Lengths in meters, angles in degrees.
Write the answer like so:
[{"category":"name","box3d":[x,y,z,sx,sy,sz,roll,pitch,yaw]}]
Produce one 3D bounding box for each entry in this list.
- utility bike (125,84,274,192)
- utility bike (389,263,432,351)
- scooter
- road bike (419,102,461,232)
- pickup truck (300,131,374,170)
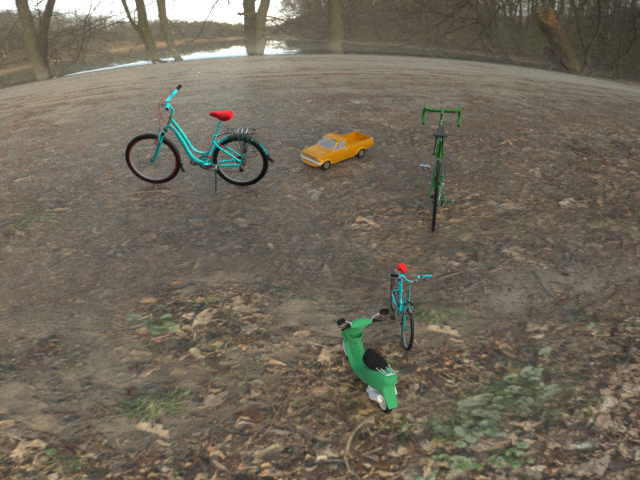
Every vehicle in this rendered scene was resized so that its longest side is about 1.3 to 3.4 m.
[{"category":"utility bike","box3d":[-2.245,-1.771,12.727,2.791,1.839,1.039,2,30,3]},{"category":"utility bike","box3d":[1.131,0.743,9.197,0.535,0.946,1.435,-2,30,-4]},{"category":"scooter","box3d":[0.559,1.329,8.190,0.662,0.919,1.399,-11,31,-19]},{"category":"road bike","box3d":[2.060,-1.373,12.209,0.696,1.656,3.004,5,30,8]},{"category":"pickup truck","box3d":[0.363,-1.905,14.310,1.603,0.511,0.640,-23,37,-35]}]
